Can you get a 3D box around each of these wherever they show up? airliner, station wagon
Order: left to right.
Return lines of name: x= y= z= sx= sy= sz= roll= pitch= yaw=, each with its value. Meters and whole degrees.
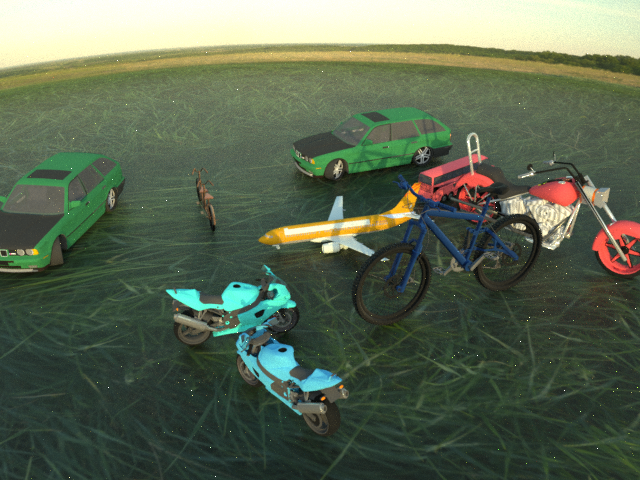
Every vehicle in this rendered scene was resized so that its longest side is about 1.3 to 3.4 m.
station wagon: x=-4.096 y=-0.561 z=10.712 sx=1.327 sy=0.920 sz=3.105 roll=4 pitch=27 yaw=7
airliner: x=0.331 y=-0.350 z=10.394 sx=2.541 sy=0.835 sz=2.257 roll=-7 pitch=28 yaw=-13
station wagon: x=0.973 y=-1.907 z=13.340 sx=3.105 sy=0.920 sz=1.327 roll=-12 pitch=29 yaw=-22

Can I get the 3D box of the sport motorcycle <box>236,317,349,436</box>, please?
sport motorcycle: x=-0.348 y=1.370 z=7.052 sx=1.520 sy=0.821 sz=0.506 roll=24 pitch=36 yaw=39

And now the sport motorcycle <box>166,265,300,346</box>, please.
sport motorcycle: x=-0.986 y=0.803 z=8.158 sx=1.520 sy=0.821 sz=0.506 roll=-6 pitch=28 yaw=-12

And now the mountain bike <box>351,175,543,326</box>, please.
mountain bike: x=1.653 y=0.082 z=8.615 sx=2.857 sy=1.688 sz=1.114 roll=-13 pitch=30 yaw=-24

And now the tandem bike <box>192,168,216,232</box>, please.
tandem bike: x=-1.855 y=-0.704 z=11.253 sx=0.283 sy=0.682 sz=1.642 roll=-8 pitch=28 yaw=-16

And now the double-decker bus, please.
double-decker bus: x=2.366 y=-1.081 z=12.143 sx=1.672 sy=0.541 sz=0.389 roll=-21 pitch=34 yaw=-35

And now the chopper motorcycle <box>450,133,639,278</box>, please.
chopper motorcycle: x=3.296 y=-0.537 z=10.052 sx=3.040 sy=1.480 sz=0.906 roll=22 pitch=34 yaw=36
